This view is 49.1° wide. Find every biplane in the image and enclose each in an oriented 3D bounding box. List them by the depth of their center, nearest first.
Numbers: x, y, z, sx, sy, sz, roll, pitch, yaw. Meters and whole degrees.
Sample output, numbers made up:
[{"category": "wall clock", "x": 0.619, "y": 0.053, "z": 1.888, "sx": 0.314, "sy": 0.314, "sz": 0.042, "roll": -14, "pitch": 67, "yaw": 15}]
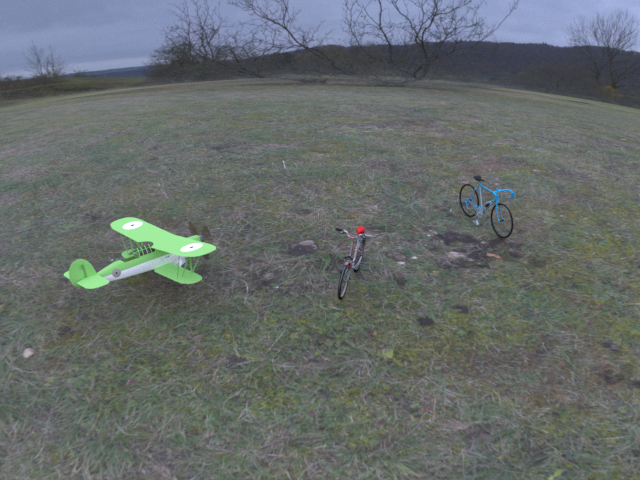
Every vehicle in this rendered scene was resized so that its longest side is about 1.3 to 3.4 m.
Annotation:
[{"category": "biplane", "x": -2.542, "y": 0.275, "z": 9.966, "sx": 2.120, "sy": 0.981, "sz": 2.598, "roll": -21, "pitch": 33, "yaw": -37}]

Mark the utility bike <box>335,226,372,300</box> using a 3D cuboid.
[{"category": "utility bike", "x": 0.524, "y": 0.217, "z": 10.125, "sx": 0.535, "sy": 0.946, "sz": 1.435, "roll": 8, "pitch": 27, "yaw": 15}]

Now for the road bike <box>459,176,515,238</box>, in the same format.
[{"category": "road bike", "x": 2.831, "y": -0.625, "z": 11.961, "sx": 0.358, "sy": 0.852, "sz": 1.545, "roll": -11, "pitch": 28, "yaw": -21}]
